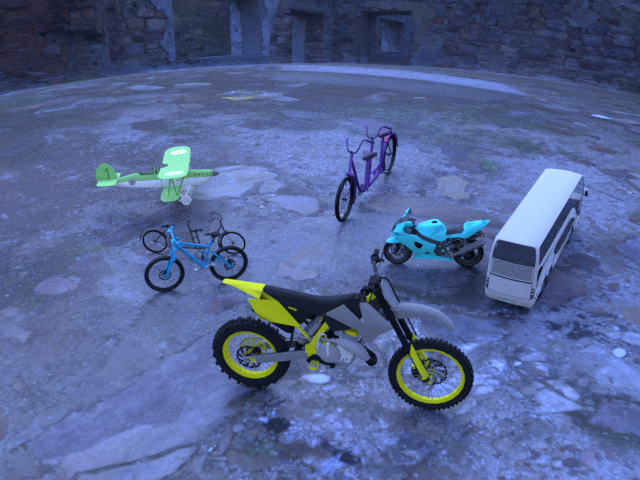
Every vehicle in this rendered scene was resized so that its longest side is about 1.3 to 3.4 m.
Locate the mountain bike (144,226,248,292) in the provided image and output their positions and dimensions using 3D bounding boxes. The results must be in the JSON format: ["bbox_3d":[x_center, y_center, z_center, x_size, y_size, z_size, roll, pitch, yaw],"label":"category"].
[{"bbox_3d":[-1.735,0.267,9.812,1.469,0.868,0.573,-9,29,-17],"label":"mountain bike"}]

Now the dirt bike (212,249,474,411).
[{"bbox_3d":[0.210,1.017,7.511,2.903,1.666,1.024,6,28,11],"label":"dirt bike"}]

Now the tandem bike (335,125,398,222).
[{"bbox_3d":[0.895,-1.427,12.563,0.550,1.326,3.192,11,30,21],"label":"tandem bike"}]

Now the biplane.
[{"bbox_3d":[-2.832,-1.104,12.317,2.120,0.981,2.598,-4,28,-8],"label":"biplane"}]

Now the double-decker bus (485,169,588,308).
[{"bbox_3d":[3.284,-0.155,10.420,0.756,1.052,3.251,15,31,26],"label":"double-decker bus"}]

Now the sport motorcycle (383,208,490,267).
[{"bbox_3d":[1.705,0.008,10.358,1.520,0.821,0.506,2,28,4],"label":"sport motorcycle"}]

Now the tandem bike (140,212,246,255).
[{"bbox_3d":[-1.959,-0.091,10.698,1.642,0.682,0.283,1,28,3],"label":"tandem bike"}]
